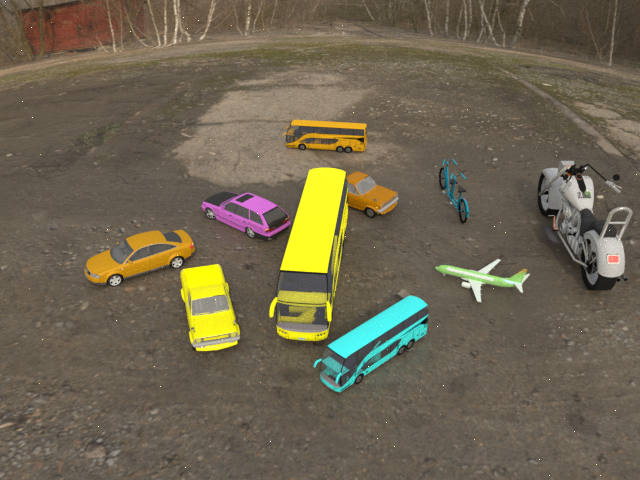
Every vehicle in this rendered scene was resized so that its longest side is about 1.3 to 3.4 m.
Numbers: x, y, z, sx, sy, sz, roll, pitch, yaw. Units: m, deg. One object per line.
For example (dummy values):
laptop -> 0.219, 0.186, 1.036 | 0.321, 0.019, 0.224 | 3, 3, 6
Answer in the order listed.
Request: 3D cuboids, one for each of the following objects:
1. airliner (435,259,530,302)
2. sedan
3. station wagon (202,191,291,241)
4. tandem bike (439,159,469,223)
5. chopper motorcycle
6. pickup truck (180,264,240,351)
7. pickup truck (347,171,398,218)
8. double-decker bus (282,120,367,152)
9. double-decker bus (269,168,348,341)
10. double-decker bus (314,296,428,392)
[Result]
airliner -> 2.269, 0.448, 9.914 | 1.307, 0.429, 1.161 | 14, 34, 22
sedan -> -2.641, 0.204, 10.263 | 1.613, 0.483, 0.635 | -17, 35, -26
station wagon -> -1.237, -0.489, 11.409 | 1.597, 0.473, 0.682 | 23, 38, 33
tandem bike -> 2.264, -0.892, 11.869 | 0.283, 0.682, 1.642 | -4, 32, -6
chopper motorcycle -> 3.856, -0.494, 10.451 | 0.906, 1.480, 3.040 | 0, 31, 0
pickup truck -> -1.476, 0.818, 9.229 | 0.640, 0.511, 1.603 | -8, 32, -13
pickup truck -> 0.545, -0.883, 12.018 | 1.603, 0.511, 0.640 | 21, 37, 30
double-decker bus -> 0.101, -2.072, 13.940 | 1.672, 0.541, 0.389 | 4, 32, 7
double-decker bus -> -0.055, 0.124, 9.848 | 0.756, 1.052, 3.251 | 3, 32, 6
double-decker bus -> 0.665, 1.252, 8.489 | 1.672, 0.541, 0.389 | -26, 40, -36
